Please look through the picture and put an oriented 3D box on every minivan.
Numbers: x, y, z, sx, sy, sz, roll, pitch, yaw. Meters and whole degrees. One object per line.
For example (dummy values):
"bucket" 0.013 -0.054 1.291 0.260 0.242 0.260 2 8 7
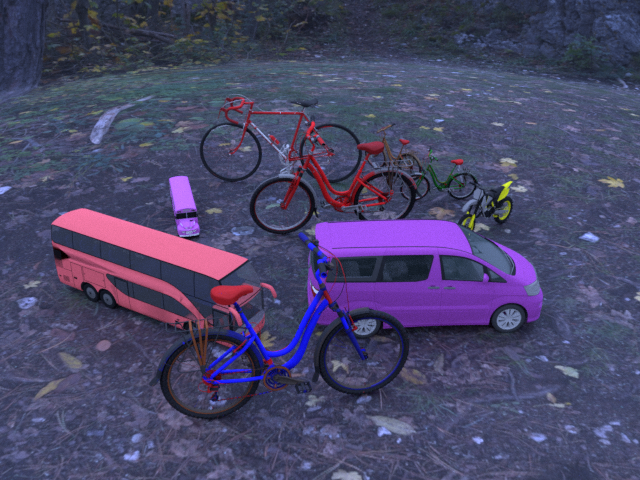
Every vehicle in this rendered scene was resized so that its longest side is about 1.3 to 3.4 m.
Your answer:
"minivan" 1.346 0.418 8.985 3.011 1.197 1.324 -2 27 -3

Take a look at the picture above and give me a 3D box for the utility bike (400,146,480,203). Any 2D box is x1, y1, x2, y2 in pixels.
"utility bike" 2.117 -1.095 12.180 1.435 0.946 0.535 -2 27 -4

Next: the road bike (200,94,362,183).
"road bike" -0.728 -1.825 12.817 3.004 1.656 0.697 1 27 2

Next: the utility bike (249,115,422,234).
"utility bike" 0.292 -0.905 10.841 2.791 1.839 1.039 -4 28 -8

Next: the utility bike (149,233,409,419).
"utility bike" -0.404 0.923 7.312 2.791 1.839 1.039 -6 28 -12

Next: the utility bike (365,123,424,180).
"utility bike" 1.371 -1.664 13.278 1.435 0.946 0.535 24 36 38

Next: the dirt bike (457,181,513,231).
"dirt bike" 2.651 -0.508 11.142 1.493 0.857 0.527 -23 35 -37

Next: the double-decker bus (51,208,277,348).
"double-decker bus" -2.113 0.463 9.055 3.251 1.052 0.756 15 31 27

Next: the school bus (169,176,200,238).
"school bus" -2.277 -0.561 11.704 0.365 0.434 1.708 -7 28 -13
